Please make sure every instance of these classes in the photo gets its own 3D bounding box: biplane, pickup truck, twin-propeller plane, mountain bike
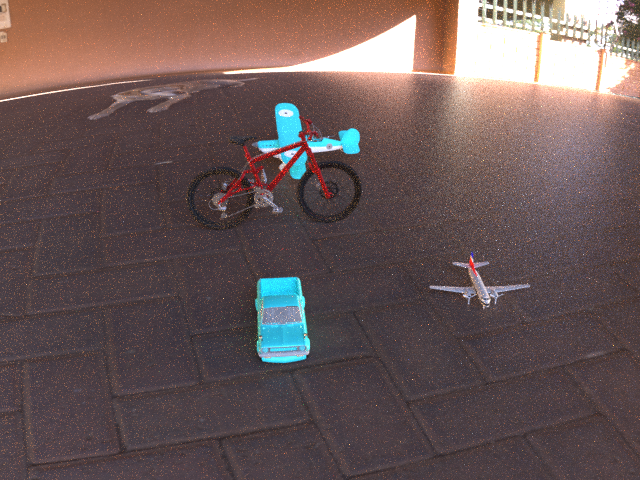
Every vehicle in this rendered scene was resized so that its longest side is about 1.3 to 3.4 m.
[{"bbox_3d":[-0.270,-1.854,13.702,2.120,0.981,2.598,-3,27,-6],"label":"biplane"},{"bbox_3d":[-0.486,0.917,8.747,0.640,0.511,1.603,-2,27,-5],"label":"pickup truck"},{"bbox_3d":[2.165,0.557,9.573,1.370,0.407,1.095,-1,27,-1],"label":"twin-propeller plane"},{"bbox_3d":[-0.719,-0.989,11.211,2.857,1.688,1.114,-4,27,-8],"label":"mountain bike"}]
